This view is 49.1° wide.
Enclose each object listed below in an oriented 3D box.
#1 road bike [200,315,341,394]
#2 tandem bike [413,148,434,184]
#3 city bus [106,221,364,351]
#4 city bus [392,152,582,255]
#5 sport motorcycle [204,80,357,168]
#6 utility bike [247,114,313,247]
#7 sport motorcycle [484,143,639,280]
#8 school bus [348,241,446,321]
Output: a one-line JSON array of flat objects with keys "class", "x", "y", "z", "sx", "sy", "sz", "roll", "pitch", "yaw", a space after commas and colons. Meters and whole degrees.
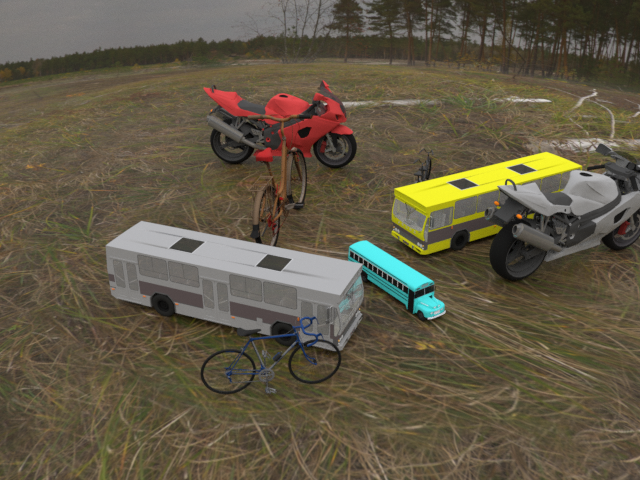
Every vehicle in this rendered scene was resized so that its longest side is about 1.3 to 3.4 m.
[{"class": "road bike", "x": -0.522, "y": 1.269, "z": 7.575, "sx": 1.545, "sy": 0.852, "sz": 0.358, "roll": -5, "pitch": 28, "yaw": -10}, {"class": "tandem bike", "x": 1.831, "y": -1.180, "z": 12.525, "sx": 0.283, "sy": 0.682, "sz": 1.642, "roll": 9, "pitch": 29, "yaw": 17}, {"class": "city bus", "x": -1.109, "y": 0.569, "z": 8.890, "sx": 3.255, "sy": 0.894, "sz": 0.926, "roll": 11, "pitch": 29, "yaw": 20}, {"class": "city bus", "x": 2.694, "y": -0.598, "z": 11.160, "sx": 3.255, "sy": 0.894, "sz": 0.926, "roll": -15, "pitch": 31, "yaw": -27}, {"class": "sport motorcycle", "x": -0.754, "y": -2.194, "z": 13.498, "sx": 2.955, "sy": 1.596, "sz": 0.983, "roll": 3, "pitch": 27, "yaw": 7}, {"class": "utility bike", "x": -0.704, "y": -0.999, "z": 10.907, "sx": 1.039, "sy": 1.839, "sz": 2.791, "roll": 6, "pitch": 28, "yaw": 12}, {"class": "sport motorcycle", "x": 3.633, "y": -0.369, "z": 9.947, "sx": 2.955, "sy": 1.596, "sz": 0.983, "roll": -13, "pitch": 30, "yaw": -23}, {"class": "school bus", "x": 1.021, "y": 0.532, "z": 9.466, "sx": 0.365, "sy": 0.434, "sz": 1.708, "roll": -18, "pitch": 32, "yaw": -30}]
